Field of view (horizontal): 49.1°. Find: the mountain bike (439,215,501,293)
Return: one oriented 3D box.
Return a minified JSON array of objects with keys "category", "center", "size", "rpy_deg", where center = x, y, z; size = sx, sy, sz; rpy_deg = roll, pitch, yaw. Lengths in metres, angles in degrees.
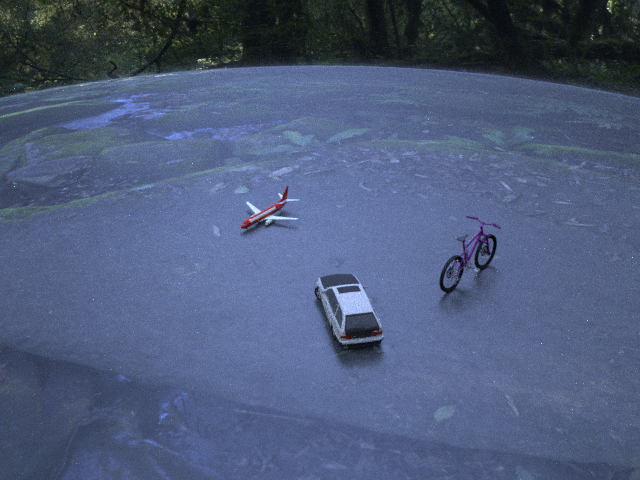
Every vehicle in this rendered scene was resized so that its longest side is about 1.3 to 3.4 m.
[{"category":"mountain bike","center":[2.204,0.197,10.244],"size":[0.573,0.868,1.469],"rpy_deg":[23,36,37]}]

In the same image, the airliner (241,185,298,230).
[{"category":"airliner","center":[-0.938,-0.551,12.153],"size":[1.161,0.429,1.307],"rpy_deg":[19,33,32]}]

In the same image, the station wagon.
[{"category":"station wagon","center":[0.374,0.844,9.429],"size":[0.682,0.473,1.597],"rpy_deg":[-5,28,-10]}]
